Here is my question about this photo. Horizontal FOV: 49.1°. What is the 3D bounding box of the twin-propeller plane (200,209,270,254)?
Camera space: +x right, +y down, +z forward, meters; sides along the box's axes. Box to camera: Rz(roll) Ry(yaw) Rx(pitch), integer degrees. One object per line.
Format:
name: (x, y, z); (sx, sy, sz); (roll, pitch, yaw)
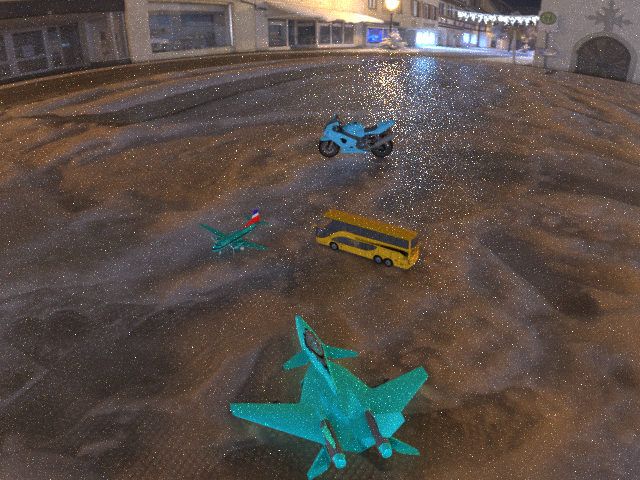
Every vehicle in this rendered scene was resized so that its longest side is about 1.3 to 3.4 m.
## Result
twin-propeller plane: (-1.277, -0.120, 10.758); (1.370, 0.407, 1.095); (19, 34, 31)

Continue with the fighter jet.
fighter jet: (0.073, 1.429, 7.790); (2.229, 0.557, 2.640); (-8, 30, -14)

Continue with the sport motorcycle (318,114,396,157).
sport motorcycle: (0.721, -2.013, 13.768); (1.520, 0.821, 0.506); (0, 29, -1)

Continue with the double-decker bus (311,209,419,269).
double-decker bus: (0.669, -0.033, 10.461); (1.672, 0.541, 0.389); (17, 33, 28)
